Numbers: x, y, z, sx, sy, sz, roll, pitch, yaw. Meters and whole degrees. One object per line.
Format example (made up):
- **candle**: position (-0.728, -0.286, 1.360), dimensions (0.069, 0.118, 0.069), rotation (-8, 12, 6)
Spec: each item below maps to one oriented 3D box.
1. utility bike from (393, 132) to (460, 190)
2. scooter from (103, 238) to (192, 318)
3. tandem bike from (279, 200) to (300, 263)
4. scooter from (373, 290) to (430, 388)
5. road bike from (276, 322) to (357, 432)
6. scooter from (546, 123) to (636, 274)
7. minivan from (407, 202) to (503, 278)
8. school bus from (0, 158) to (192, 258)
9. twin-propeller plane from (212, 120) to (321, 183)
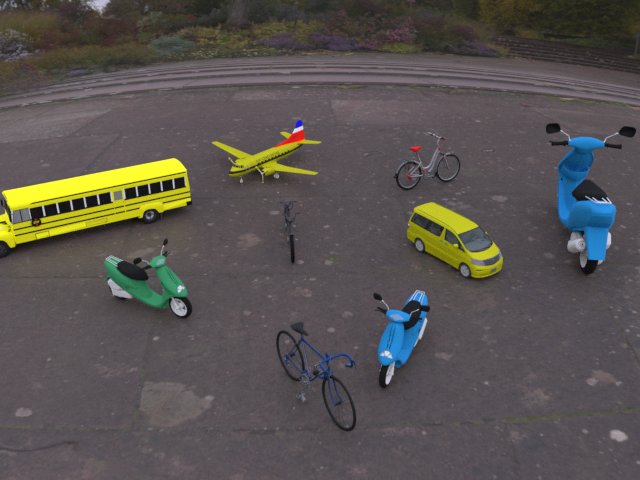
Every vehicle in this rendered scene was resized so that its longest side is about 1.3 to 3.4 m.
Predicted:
- **utility bike**: position (1.931, -1.443, 12.690), dimensions (1.435, 0.946, 0.535), rotation (-12, 30, -22)
- **scooter**: position (-2.257, 0.480, 9.037), dimensions (1.399, 0.919, 0.662), rotation (13, 30, 23)
- **tandem bike**: position (-0.472, -0.270, 10.728), dimensions (0.283, 0.682, 1.642), rotation (-3, 28, -6)
- **scooter**: position (0.964, 0.994, 8.051), dimensions (0.662, 0.919, 1.399), rotation (12, 30, 22)
- **road bike**: position (-0.072, 1.365, 7.414), dimensions (0.358, 0.852, 1.545), rotation (-17, 32, -29)
- **scooter**: position (3.961, -0.765, 10.484), dimensions (1.288, 1.786, 2.721), rotation (4, 28, 8)
- **minivan**: position (1.984, -0.008, 10.298), dimensions (0.681, 0.616, 1.548), rotation (-18, 33, -31)
- **school bus**: position (-3.729, -0.553, 11.096), dimensions (3.322, 0.844, 0.709), rotation (-15, 31, -27)
- **twin-propeller plane**: position (-0.972, -1.684, 13.318), dimensions (2.663, 0.792, 2.129), rotation (21, 34, 34)
